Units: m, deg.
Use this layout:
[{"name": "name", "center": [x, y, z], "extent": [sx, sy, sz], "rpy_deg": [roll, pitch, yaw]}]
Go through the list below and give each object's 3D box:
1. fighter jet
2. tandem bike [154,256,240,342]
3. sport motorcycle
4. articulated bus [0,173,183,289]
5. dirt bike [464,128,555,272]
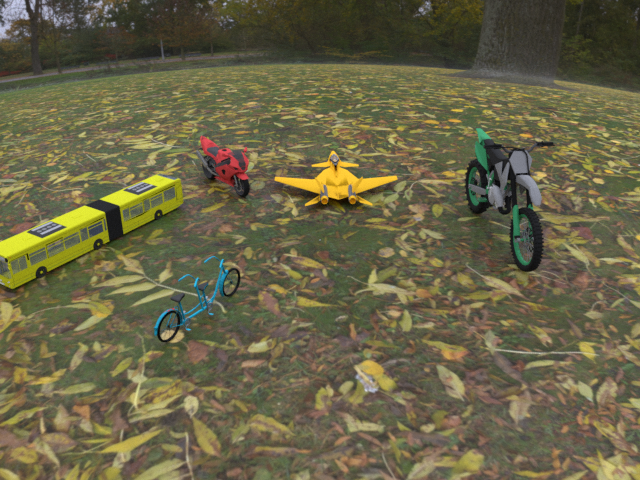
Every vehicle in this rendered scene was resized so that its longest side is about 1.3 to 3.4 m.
[{"name": "fighter jet", "center": [0.288, -1.340, 12.867], "extent": [2.229, 0.557, 2.640], "rpy_deg": [-1, 27, -1]}, {"name": "tandem bike", "center": [-1.510, 0.683, 8.774], "extent": [0.283, 0.682, 1.642], "rpy_deg": [16, 31, 28]}, {"name": "sport motorcycle", "center": [-1.715, -1.333, 12.563], "extent": [0.506, 0.821, 1.520], "rpy_deg": [-20, 33, -34]}, {"name": "articulated bus", "center": [-3.449, -0.230, 10.691], "extent": [0.605, 0.561, 3.401], "rpy_deg": [17, 31, 29]}, {"name": "dirt bike", "center": [2.771, -0.780, 10.553], "extent": [1.024, 1.666, 2.903], "rpy_deg": [-4, 27, -7]}]
